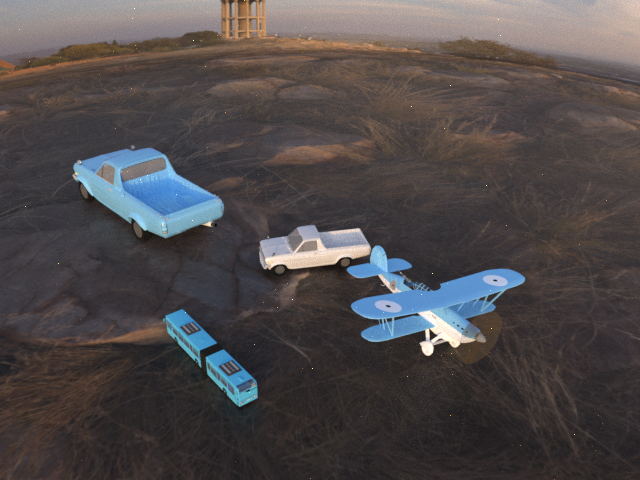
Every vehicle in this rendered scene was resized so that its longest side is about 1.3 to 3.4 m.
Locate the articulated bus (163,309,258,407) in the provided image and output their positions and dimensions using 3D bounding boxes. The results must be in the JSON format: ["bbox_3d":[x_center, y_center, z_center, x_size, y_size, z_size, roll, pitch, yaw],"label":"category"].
[{"bbox_3d":[-1.305,1.341,8.196,0.311,0.289,1.749,-20,35,-32],"label":"articulated bus"}]

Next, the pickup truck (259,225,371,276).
[{"bbox_3d":[-0.083,0.091,10.213,1.603,0.511,0.640,-6,30,-11],"label":"pickup truck"}]

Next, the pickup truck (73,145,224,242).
[{"bbox_3d":[-2.893,-0.885,11.471,1.244,0.993,3.117,-24,37,-36],"label":"pickup truck"}]

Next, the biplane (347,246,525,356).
[{"bbox_3d":[1.287,0.719,8.601,2.598,0.981,2.120,-18,34,-29],"label":"biplane"}]
